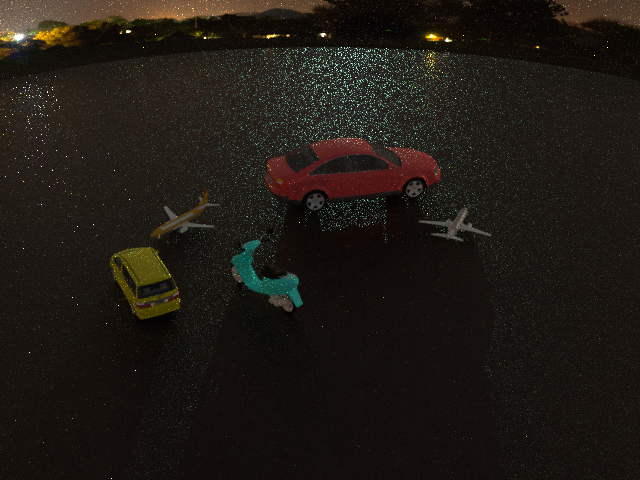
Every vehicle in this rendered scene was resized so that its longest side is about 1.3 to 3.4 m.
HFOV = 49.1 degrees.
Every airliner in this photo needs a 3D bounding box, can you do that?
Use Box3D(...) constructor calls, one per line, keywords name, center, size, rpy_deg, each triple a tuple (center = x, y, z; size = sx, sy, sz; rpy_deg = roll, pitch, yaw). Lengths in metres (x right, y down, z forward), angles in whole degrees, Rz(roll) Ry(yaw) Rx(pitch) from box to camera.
Box3D(name="airliner", center=(2.193, -0.336, 11.173), size=(1.161, 0.429, 1.307), rpy_deg=(12, 32, 20))
Box3D(name="airliner", center=(-2.239, -0.411, 11.306), size=(1.161, 0.429, 1.307), rpy_deg=(21, 36, 32))

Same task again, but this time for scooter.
Box3D(name="scooter", center=(-0.757, 0.400, 9.390), size=(1.399, 0.919, 0.662), rpy_deg=(26, 39, 37))

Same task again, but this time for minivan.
Box3D(name="minivan", center=(-2.431, 0.471, 9.572), size=(0.681, 0.616, 1.548), rpy_deg=(-15, 33, -25))

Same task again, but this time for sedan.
Box3D(name="sedan", center=(0.609, -1.265, 12.287), size=(3.137, 0.940, 1.235), rpy_deg=(-8, 31, -14))
